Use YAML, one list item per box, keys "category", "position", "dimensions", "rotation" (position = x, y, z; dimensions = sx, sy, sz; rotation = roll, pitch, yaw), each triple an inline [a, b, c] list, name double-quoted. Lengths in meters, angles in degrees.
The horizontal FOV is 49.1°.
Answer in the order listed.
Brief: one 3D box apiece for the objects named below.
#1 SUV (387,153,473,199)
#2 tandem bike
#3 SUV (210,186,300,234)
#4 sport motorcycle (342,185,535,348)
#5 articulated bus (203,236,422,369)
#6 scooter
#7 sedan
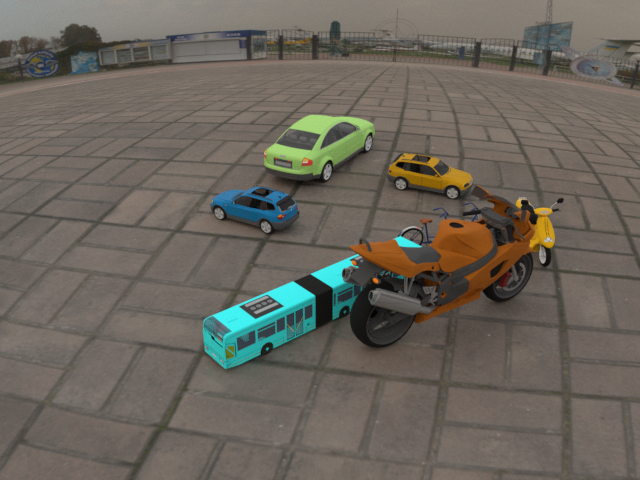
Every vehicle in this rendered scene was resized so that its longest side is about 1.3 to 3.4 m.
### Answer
- category: "SUV"
  position: [2.025, -1.210, 12.855]
  dimensions: [1.572, 0.580, 0.656]
  rotation: [12, 30, 21]
- category: "tandem bike"
  position: [1.975, -0.196, 10.828]
  dimensions: [1.642, 0.682, 0.283]
  rotation: [-7, 29, -12]
- category: "SUV"
  position: [-1.099, -0.586, 11.674]
  dimensions: [1.572, 0.580, 0.656]
  rotation: [16, 32, 28]
- category: "sport motorcycle"
  position: [1.614, 0.356, 8.802]
  dimensions: [2.955, 1.596, 0.983]
  rotation: [-15, 31, -26]
- category: "articulated bus"
  position: [0.054, 0.737, 9.189]
  dimensions: [3.401, 0.561, 0.605]
  rotation: [-21, 35, -35]
- category: "scooter"
  position: [3.285, -0.277, 10.726]
  dimensions: [0.662, 0.919, 1.399]
  rotation: [-3, 28, -5]
- category: "sedan"
  position: [0.071, -2.008, 13.982]
  dimensions: [1.235, 0.940, 3.137]
  rotation: [15, 31, 26]
